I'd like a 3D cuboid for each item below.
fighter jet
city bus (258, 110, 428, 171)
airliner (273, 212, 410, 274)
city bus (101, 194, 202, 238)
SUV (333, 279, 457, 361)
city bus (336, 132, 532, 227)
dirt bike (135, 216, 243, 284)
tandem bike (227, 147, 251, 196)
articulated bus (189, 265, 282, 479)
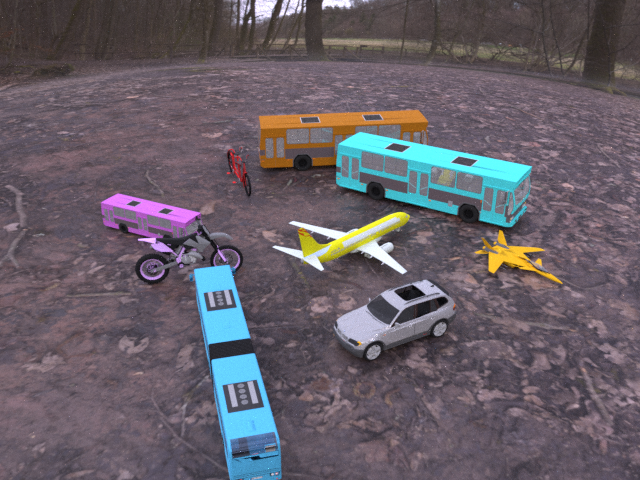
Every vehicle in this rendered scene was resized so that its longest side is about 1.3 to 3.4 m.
[{"bbox_3d":[2.949,0.274,10.114,1.147,0.286,1.358,-19,33,-32],"label":"fighter jet"},{"bbox_3d":[0.430,-1.945,13.710,3.255,0.894,0.926,-3,28,-6],"label":"city bus"},{"bbox_3d":[0.555,-0.175,10.381,2.257,0.835,2.541,24,36,38],"label":"airliner"},{"bbox_3d":[-2.654,-0.305,11.036,1.674,0.460,0.476,13,30,24],"label":"city bus"},{"bbox_3d":[0.925,0.925,8.547,1.572,0.580,0.656,-14,31,-25],"label":"SUV"},{"bbox_3d":[1.868,-1.043,11.980,3.255,0.894,0.926,16,32,28],"label":"city bus"},{"bbox_3d":[-1.818,0.167,9.702,1.493,0.857,0.527,-6,28,-11],"label":"dirt bike"},{"bbox_3d":[-1.493,-1.357,12.812,0.283,0.682,1.642,-10,29,-18],"label":"tandem bike"},{"bbox_3d":[-0.999,1.309,7.833,0.605,0.561,3.401,-7,28,-13],"label":"articulated bus"}]
